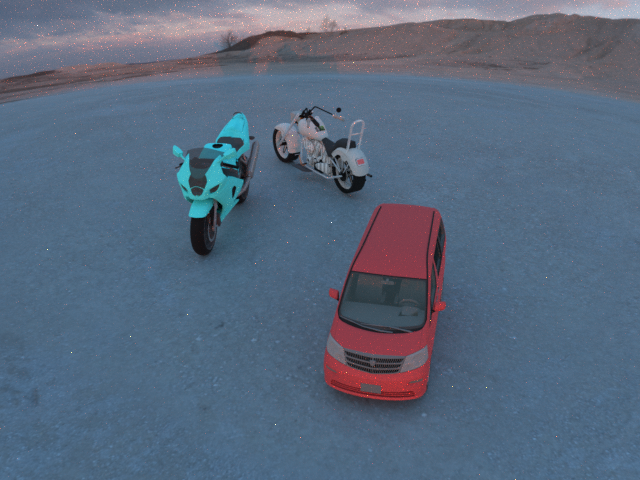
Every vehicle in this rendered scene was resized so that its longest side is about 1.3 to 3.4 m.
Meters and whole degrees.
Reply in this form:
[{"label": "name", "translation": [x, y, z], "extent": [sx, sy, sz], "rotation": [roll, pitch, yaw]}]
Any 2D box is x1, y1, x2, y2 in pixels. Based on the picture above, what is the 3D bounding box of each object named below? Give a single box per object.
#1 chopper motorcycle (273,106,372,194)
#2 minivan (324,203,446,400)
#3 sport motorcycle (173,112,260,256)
[{"label": "chopper motorcycle", "translation": [-0.066, -1.894, 13.351], "extent": [0.906, 1.480, 3.040], "rotation": [-16, 30, -29]}, {"label": "minivan", "translation": [0.877, 0.628, 8.468], "extent": [1.324, 1.197, 3.011], "rotation": [6, 26, 12]}, {"label": "sport motorcycle", "translation": [-1.603, -0.981, 11.332], "extent": [0.983, 1.596, 2.955], "rotation": [3, 26, 7]}]
